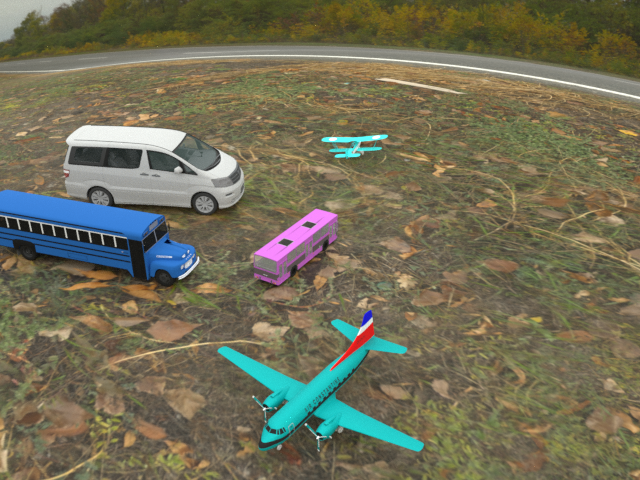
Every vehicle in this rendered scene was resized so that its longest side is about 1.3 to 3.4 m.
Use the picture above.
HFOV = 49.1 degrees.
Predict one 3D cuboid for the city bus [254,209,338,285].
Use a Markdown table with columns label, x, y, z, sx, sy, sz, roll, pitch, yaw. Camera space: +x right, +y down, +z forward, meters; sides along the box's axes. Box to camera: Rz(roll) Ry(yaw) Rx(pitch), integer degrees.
| label | x | y | z | sx | sy | sz | roll | pitch | yaw |
| --- | --- | --- | --- | --- | --- | --- | --- | --- | --- |
| city bus | -0.327 | 0.099 | 10.445 | 0.476 | 0.460 | 1.674 | 17 | 33 | 27 |

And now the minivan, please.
| label | x | y | z | sx | sy | sz | roll | pitch | yaw |
| --- | --- | --- | --- | --- | --- | --- | --- | --- | --- |
| minivan | -2.834 | -1.258 | 12.106 | 3.011 | 1.197 | 1.324 | 3 | 30 | 6 |

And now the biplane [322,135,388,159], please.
| label | x | y | z | sx | sy | sz | roll | pitch | yaw |
| --- | --- | --- | --- | --- | --- | --- | --- | --- | --- |
| biplane | 0.632 | -1.817 | 13.806 | 1.336 | 0.504 | 1.090 | 8 | 30 | 14 |

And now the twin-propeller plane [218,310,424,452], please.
| label | x | y | z | sx | sy | sz | roll | pitch | yaw |
| --- | --- | --- | --- | --- | --- | --- | --- | --- | --- |
| twin-propeller plane | 0.026 | 1.518 | 7.582 | 2.663 | 0.792 | 2.129 | 19 | 35 | 31 |

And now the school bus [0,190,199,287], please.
| label | x | y | z | sx | sy | sz | roll | pitch | yaw |
| --- | --- | --- | --- | --- | --- | --- | --- | --- | --- |
| school bus | -3.392 | -0.066 | 10.345 | 3.322 | 0.844 | 0.709 | 9 | 31 | 16 |
